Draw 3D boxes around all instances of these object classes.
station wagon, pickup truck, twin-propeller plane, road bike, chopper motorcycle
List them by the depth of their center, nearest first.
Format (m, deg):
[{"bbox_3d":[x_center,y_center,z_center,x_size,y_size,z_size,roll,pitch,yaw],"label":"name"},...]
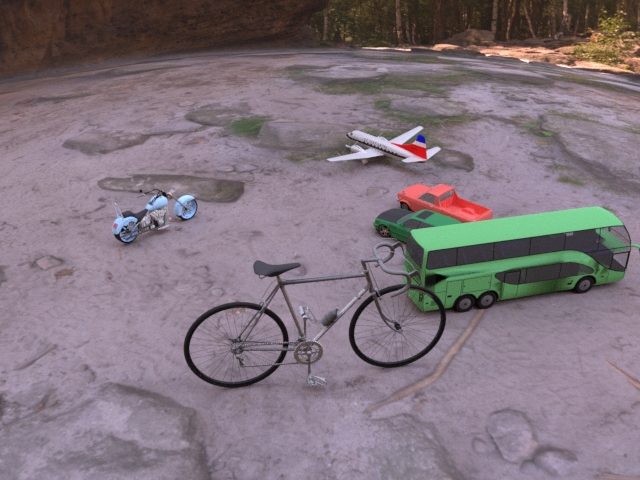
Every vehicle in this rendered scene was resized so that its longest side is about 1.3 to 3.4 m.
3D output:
[{"bbox_3d":[-0.012,0.870,7.768,3.004,1.656,0.697,-5,30,-10],"label":"road bike"},{"bbox_3d":[1.592,-0.198,10.899,1.597,0.473,0.682,23,36,35],"label":"station wagon"},{"bbox_3d":[-2.609,-0.480,11.110,0.466,0.761,1.563,24,37,36],"label":"chopper motorcycle"},{"bbox_3d":[2.037,-0.592,11.568,1.603,0.511,0.640,26,38,38],"label":"pickup truck"},{"bbox_3d":[1.264,-1.898,13.623,2.663,0.792,2.129,-24,37,-36],"label":"twin-propeller plane"}]

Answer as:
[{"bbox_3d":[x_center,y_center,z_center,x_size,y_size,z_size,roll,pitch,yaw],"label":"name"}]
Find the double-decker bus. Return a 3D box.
[{"bbox_3d":[2.749,0.236,9.528,3.251,1.052,0.756,-7,30,-13],"label":"double-decker bus"}]
